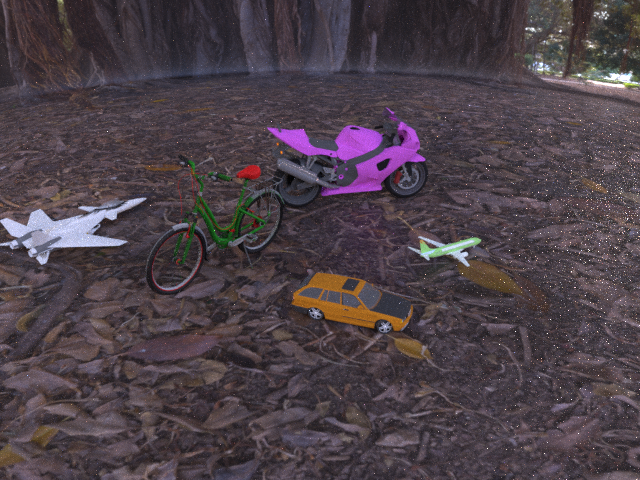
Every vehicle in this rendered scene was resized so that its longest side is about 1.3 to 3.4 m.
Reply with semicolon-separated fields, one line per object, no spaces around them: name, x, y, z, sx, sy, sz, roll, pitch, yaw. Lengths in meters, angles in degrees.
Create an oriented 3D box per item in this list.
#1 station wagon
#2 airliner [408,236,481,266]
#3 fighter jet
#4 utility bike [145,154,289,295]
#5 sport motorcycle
station wagon;0.440;0.800;9.329;1.597;0.473;0.682;10;28;18
airliner;2.030;0.048;10.880;1.307;0.429;1.161;-15;30;-28
fighter jet;-3.901;-0.424;11.680;2.229;0.557;2.640;17;31;30
utility bike;-1.345;-0.333;10.067;1.039;1.839;2.791;21;33;35
sport motorcycle;0.547;-1.417;12.502;2.955;1.596;0.983;-5;27;-11
